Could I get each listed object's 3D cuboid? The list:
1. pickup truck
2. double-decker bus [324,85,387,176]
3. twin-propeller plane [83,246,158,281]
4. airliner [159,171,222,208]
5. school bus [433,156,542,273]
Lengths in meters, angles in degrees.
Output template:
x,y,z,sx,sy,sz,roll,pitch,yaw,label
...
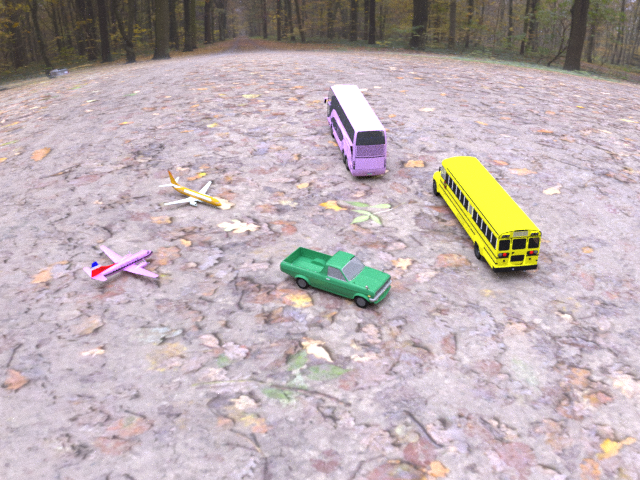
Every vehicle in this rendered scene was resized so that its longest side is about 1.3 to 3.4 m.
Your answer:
x,y,z,sx,sy,sz,roll,pitch,yaw,label
0.222,0.458,10.087,1.603,0.511,0.640,16,33,26,pickup truck
0.704,-2.350,14.517,0.756,1.052,3.251,-4,30,-7,double-decker bus
-2.941,0.324,10.431,1.370,0.407,1.095,23,36,34,twin-propeller plane
-2.264,-0.900,12.579,1.307,0.429,1.161,19,35,30,airliner
2.627,-0.570,11.572,0.709,0.844,3.322,-4,30,-7,school bus
